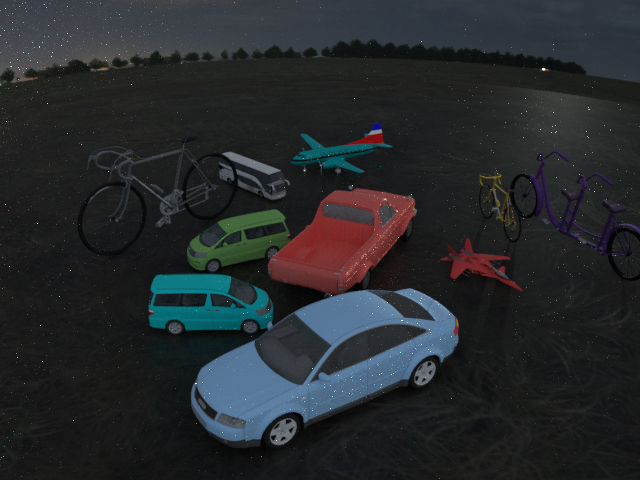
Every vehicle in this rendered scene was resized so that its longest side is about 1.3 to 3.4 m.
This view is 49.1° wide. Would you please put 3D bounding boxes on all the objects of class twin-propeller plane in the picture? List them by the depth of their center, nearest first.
[{"bbox_3d":[0.376,-1.873,14.219,2.129,0.792,2.663,-12,28,-23],"label":"twin-propeller plane"}]

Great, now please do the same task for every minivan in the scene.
[{"bbox_3d":[-1.376,0.788,8.894,1.548,0.616,0.681,0,26,-1],"label":"minivan"},{"bbox_3d":[-1.233,-0.004,10.541,1.548,0.616,0.681,-12,28,-24],"label":"minivan"}]

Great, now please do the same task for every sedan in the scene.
[{"bbox_3d":[0.113,1.221,7.622,3.137,0.940,1.235,-15,30,-29],"label":"sedan"}]

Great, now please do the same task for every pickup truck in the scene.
[{"bbox_3d":[0.438,-0.121,10.348,1.244,0.993,3.117,12,28,23],"label":"pickup truck"}]

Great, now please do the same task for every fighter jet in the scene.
[{"bbox_3d":[2.421,0.377,10.128,1.147,0.286,1.358,-16,30,-30],"label":"fighter jet"}]

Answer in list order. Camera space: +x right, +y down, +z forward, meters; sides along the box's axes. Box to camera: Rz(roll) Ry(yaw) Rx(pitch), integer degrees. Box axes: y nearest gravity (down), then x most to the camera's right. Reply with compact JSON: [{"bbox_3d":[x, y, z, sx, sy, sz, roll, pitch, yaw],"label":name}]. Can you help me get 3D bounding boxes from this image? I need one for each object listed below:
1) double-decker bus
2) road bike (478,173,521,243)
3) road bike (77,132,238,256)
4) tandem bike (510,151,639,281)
[{"bbox_3d":[-1.268,-1.193,13.094,0.389,0.541,1.672,-23,34,-39],"label":"double-decker bus"},{"bbox_3d":[2.940,-0.572,11.447,0.358,0.852,1.545,-5,26,-11],"label":"road bike"},{"bbox_3d":[-2.477,-0.828,11.053,0.697,1.656,3.004,23,34,39],"label":"road bike"},{"bbox_3d":[3.931,-0.504,10.759,0.550,1.326,3.192,-10,28,-20],"label":"tandem bike"}]
